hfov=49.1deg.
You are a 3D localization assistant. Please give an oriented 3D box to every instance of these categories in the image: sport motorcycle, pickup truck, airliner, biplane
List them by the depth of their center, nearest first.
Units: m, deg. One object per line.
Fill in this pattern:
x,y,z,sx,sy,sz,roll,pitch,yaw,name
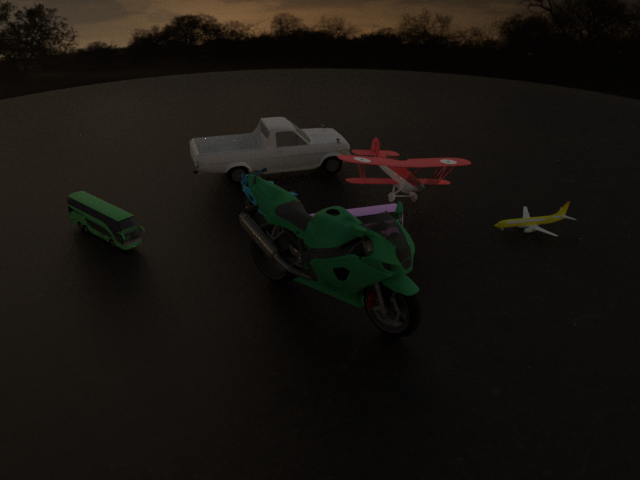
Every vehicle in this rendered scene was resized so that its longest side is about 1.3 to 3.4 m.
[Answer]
0.116,0.155,9.158,2.955,1.596,0.983,22,34,37,sport motorcycle
3.508,-0.394,11.541,1.307,0.429,1.161,-5,27,-9,airliner
-0.853,-0.661,11.636,0.506,0.821,1.520,-20,33,-35,sport motorcycle
1.405,-1.295,12.715,2.598,0.981,2.120,-10,28,-19,biplane
-0.981,-1.834,13.770,3.117,0.993,1.244,-8,28,-15,pickup truck

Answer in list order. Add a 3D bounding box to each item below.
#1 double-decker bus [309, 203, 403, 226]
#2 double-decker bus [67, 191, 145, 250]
0.488,-0.200,11.034,1.672,0.541,0.389,-8,28,-15,double-decker bus
-3.469,-0.311,11.254,1.672,0.541,0.389,22,34,37,double-decker bus
